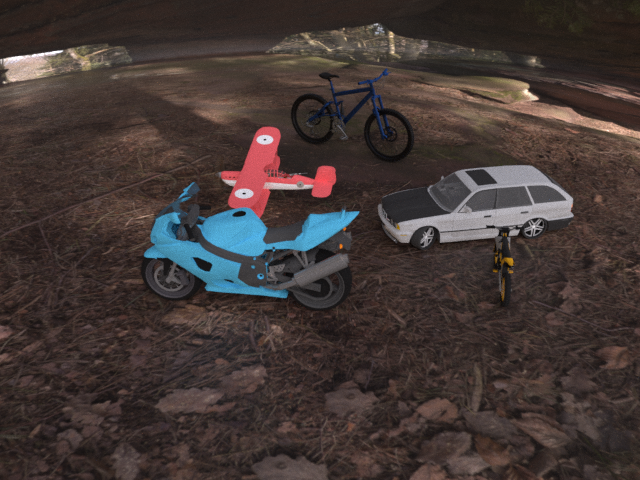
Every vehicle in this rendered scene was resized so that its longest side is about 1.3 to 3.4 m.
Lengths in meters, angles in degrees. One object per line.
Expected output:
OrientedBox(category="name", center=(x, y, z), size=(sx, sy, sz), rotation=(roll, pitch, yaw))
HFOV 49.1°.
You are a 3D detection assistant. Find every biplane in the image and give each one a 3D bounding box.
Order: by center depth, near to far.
OrientedBox(category="biplane", center=(-0.782, -1.021, 12.057), size=(2.120, 0.981, 2.598), rotation=(4, 30, 7))

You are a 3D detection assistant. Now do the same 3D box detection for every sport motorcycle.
OrientedBox(category="sport motorcycle", center=(-0.975, 0.183, 9.288), size=(2.955, 1.596, 0.983), rotation=(3, 29, 5))

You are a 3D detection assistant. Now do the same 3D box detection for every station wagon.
OrientedBox(category="station wagon", center=(2.501, -0.610, 11.387), size=(3.105, 0.920, 1.327), rotation=(-6, 30, -10))

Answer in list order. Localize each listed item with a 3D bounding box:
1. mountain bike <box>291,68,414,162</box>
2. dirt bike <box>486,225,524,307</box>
OrientedBox(category="mountain bike", center=(0.602, -2.553, 14.057), size=(2.857, 1.688, 1.114), rotation=(17, 34, 28))
OrientedBox(category="dirt bike", center=(2.587, 0.257, 9.910), size=(0.527, 0.857, 1.493), rotation=(3, 30, 6))
